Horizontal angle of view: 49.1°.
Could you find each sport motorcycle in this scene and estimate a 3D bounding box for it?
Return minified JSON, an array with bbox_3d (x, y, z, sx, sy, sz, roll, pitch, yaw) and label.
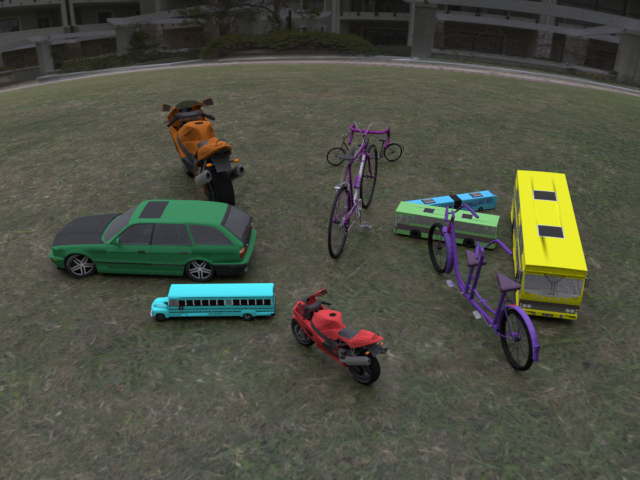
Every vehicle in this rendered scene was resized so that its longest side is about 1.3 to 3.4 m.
[{"bbox_3d":[-2.145,-1.551,12.775,0.983,1.596,2.955,-13,31,-22],"label":"sport motorcycle"},{"bbox_3d":[0.176,1.186,8.634,0.506,0.821,1.520,-26,38,-38],"label":"sport motorcycle"}]

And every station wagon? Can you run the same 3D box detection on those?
[{"bbox_3d":[-2.575,-0.073,10.804,3.105,0.920,1.327,2,29,3],"label":"station wagon"}]

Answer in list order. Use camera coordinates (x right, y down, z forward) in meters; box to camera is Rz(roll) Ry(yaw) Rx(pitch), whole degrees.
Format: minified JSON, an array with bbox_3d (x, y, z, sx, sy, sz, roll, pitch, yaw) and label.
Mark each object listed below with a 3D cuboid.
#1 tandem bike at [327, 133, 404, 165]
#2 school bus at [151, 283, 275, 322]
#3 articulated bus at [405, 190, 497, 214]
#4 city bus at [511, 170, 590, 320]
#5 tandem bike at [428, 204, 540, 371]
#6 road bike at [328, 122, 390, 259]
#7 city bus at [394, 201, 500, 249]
[{"bbox_3d":[0.937,-1.879,14.310,1.642,0.682,0.283,-6,29,-10],"label":"tandem bike"},{"bbox_3d":[-1.476,0.848,9.644,1.708,0.434,0.365,-1,29,-1],"label":"school bus"},{"bbox_3d":[2.300,-0.620,12.443,1.749,0.289,0.311,-8,30,-14],"label":"articulated bus"},{"bbox_3d":[3.416,-0.014,10.725,0.926,0.894,3.255,6,30,10],"label":"city bus"},{"bbox_3d":[2.118,0.455,9.434,0.550,1.326,3.192,-7,30,-13],"label":"tandem bike"},{"bbox_3d":[0.589,-0.917,11.568,0.696,1.656,3.004,9,30,15],"label":"road bike"},{"bbox_3d":[2.087,-0.236,11.572,1.674,0.460,0.476,10,30,17],"label":"city bus"}]
